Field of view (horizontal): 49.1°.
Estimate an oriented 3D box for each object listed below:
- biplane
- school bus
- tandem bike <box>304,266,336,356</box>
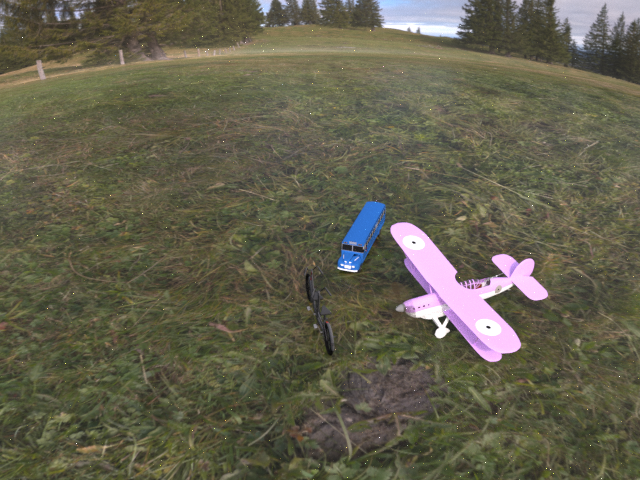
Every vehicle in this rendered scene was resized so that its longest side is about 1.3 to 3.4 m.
[{"bbox_3d":[1.925,0.700,9.085,2.120,0.981,2.598,-13,32,-21],"label":"biplane"},{"bbox_3d":[0.665,-0.057,11.002,0.365,0.434,1.708,9,30,16],"label":"school bus"},{"bbox_3d":[-0.018,0.839,9.141,0.283,0.682,1.642,-6,30,-11],"label":"tandem bike"}]
